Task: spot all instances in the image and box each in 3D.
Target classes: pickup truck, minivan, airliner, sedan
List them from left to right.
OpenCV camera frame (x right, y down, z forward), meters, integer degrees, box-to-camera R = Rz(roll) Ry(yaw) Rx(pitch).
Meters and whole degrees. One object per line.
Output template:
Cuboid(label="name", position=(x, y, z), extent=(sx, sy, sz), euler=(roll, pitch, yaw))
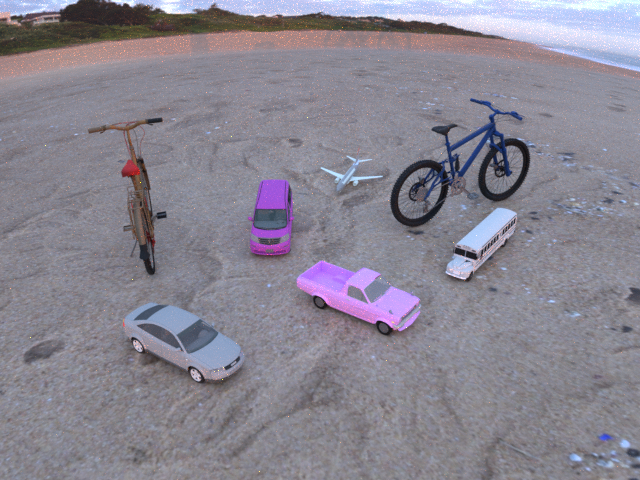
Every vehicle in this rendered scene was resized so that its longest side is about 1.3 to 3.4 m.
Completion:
Cuboid(label="sedan", position=(-1.587, 1.122, 8.081), extent=(1.613, 0.483, 0.635), euler=(19, 34, 30))
Cuboid(label="minivan", position=(-0.722, -0.357, 10.631), extent=(0.681, 0.616, 1.548), euler=(0, 29, 0))
Cuboid(label="airliner", position=(0.516, -1.240, 12.429), extent=(1.161, 0.429, 1.307), euler=(10, 30, 17))
Cuboid(label="pickup truck", position=(0.479, 0.654, 8.902), extent=(1.603, 0.511, 0.640), euler=(19, 34, 31))

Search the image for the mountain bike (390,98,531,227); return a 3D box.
Cuboid(label="mountain bike", position=(2.303, -1.198, 11.048), extent=(2.857, 1.688, 1.114), euler=(-16, 33, -27))

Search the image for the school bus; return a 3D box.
Cuboid(label="school bus", position=(2.337, 0.047, 10.085), extent=(0.365, 0.434, 1.708), euler=(19, 34, 31))

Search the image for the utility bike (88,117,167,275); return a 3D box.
Cuboid(label="utility bike", position=(-2.678, -0.729, 10.039), extent=(1.039, 1.839, 2.791), euler=(-6, 29, -11))
